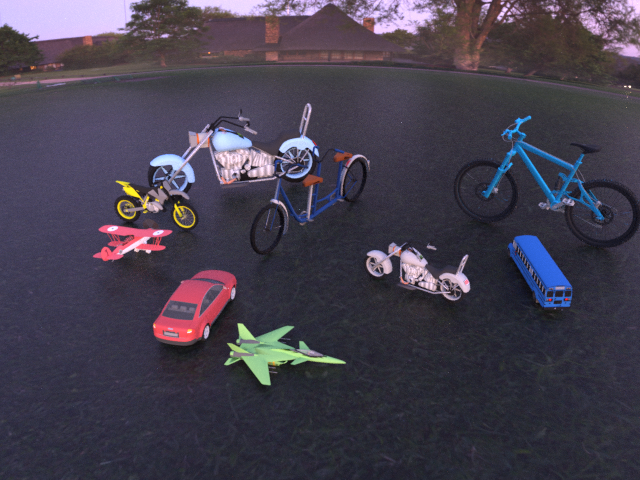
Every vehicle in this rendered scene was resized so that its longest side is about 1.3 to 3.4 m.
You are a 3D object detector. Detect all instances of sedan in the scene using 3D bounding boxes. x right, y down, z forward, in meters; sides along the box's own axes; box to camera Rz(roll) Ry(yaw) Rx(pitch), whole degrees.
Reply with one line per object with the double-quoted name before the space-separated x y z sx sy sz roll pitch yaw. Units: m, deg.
"sedan" -1.543 0.757 8.833 0.635 0.483 1.613 7 28 13

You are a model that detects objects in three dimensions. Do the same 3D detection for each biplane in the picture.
"biplane" -2.789 0.055 10.179 1.336 0.504 1.090 13 30 24

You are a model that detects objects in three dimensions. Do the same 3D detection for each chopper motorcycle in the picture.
"chopper motorcycle" -1.498 -1.552 12.248 3.040 1.480 0.906 -8 28 -14
"chopper motorcycle" 1.275 0.341 9.341 1.563 0.761 0.466 18 32 32

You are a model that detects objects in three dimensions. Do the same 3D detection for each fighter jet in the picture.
"fighter jet" -0.370 1.263 8.061 1.358 0.286 1.147 5 28 10

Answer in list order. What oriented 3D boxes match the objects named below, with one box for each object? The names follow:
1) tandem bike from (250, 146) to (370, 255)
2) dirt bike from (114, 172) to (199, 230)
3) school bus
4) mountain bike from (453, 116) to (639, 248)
"tandem bike" -0.067 -0.842 11.031 0.550 1.326 3.192 18 32 31
"dirt bike" -2.618 -0.608 11.088 1.493 0.857 0.527 8 28 15
"school bus" 2.977 0.384 9.615 0.365 0.434 1.708 -1 27 -2
"mountain bike" 3.427 -0.854 10.657 2.857 1.688 1.114 14 30 26
